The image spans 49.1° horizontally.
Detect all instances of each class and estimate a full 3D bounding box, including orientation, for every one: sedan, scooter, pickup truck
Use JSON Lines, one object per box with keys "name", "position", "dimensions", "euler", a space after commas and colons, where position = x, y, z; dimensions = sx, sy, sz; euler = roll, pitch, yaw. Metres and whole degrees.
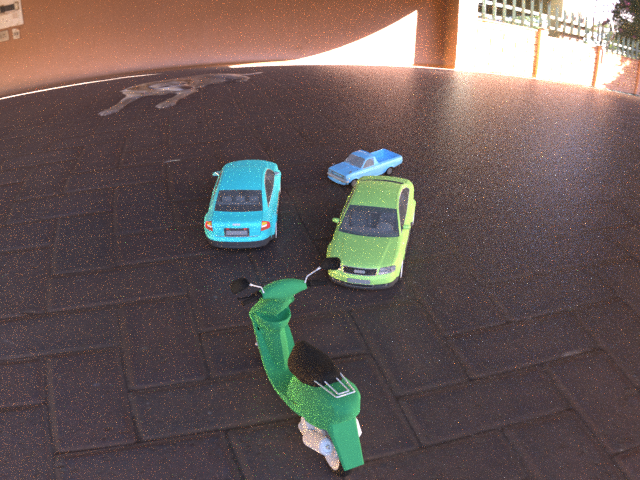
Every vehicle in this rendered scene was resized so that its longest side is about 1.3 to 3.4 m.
{"name": "sedan", "position": [-1.317, -0.835, 12.361], "dimensions": [1.235, 0.940, 3.137], "euler": [0, 29, 0]}
{"name": "sedan", "position": [0.881, -0.296, 11.375], "dimensions": [1.235, 0.940, 3.137], "euler": [6, 29, 10]}
{"name": "scooter", "position": [-0.229, 1.224, 7.713], "dimensions": [1.288, 1.786, 2.721], "euler": [-13, 31, -22]}
{"name": "pickup truck", "position": [0.914, -1.516, 14.054], "dimensions": [1.603, 0.511, 0.640], "euler": [-22, 35, -34]}
